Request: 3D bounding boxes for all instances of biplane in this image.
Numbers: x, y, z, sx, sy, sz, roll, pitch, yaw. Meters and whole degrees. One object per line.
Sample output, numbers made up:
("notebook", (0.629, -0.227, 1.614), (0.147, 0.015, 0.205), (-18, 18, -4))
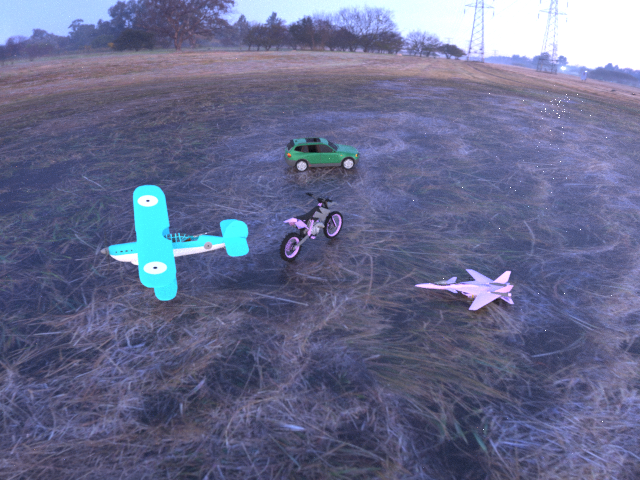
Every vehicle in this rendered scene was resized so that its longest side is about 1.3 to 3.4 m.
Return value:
("biplane", (-2.089, 0.093, 10.195), (2.120, 0.981, 2.598), (-7, 27, -13))

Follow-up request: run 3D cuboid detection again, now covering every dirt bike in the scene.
("dirt bike", (-0.118, -0.244, 11.019), (0.527, 0.857, 1.493), (20, 33, 35))

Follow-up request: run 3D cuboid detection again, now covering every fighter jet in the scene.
("fighter jet", (2.032, 0.619, 9.911), (1.358, 0.286, 1.147), (4, 26, 8))

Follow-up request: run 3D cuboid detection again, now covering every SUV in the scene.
("SUV", (0.038, -1.816, 14.528), (1.572, 0.580, 0.656), (-3, 26, -7))
